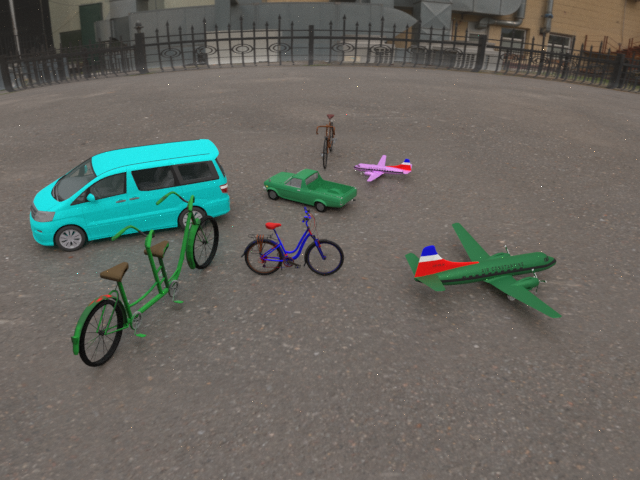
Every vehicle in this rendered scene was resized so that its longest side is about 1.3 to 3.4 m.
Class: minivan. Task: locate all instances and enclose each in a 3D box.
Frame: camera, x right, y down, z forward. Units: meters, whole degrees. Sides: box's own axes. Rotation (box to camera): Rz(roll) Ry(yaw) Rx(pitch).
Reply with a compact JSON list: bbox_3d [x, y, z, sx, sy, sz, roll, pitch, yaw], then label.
[{"bbox_3d":[-2.966,-0.756,10.909,3.011,1.197,1.324,-10,29,-19],"label":"minivan"}]

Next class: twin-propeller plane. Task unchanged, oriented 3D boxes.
[{"bbox_3d":[2.236,0.306,9.296,2.129,0.792,2.663,-8,28,-15],"label":"twin-propeller plane"},{"bbox_3d":[1.147,-1.353,12.924,1.095,0.407,1.370,8,28,15],"label":"twin-propeller plane"}]

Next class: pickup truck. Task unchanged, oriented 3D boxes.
[{"bbox_3d":[-0.181,-0.895,11.926,1.603,0.511,0.640,15,31,27],"label":"pickup truck"}]

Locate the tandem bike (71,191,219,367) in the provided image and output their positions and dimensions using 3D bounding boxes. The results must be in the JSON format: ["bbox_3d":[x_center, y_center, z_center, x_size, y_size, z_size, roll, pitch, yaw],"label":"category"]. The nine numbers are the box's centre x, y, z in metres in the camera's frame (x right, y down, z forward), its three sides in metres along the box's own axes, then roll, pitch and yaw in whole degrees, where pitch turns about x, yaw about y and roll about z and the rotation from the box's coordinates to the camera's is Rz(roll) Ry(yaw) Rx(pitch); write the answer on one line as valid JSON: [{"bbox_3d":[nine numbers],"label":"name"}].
[{"bbox_3d":[-2.058,0.313,8.700,0.550,1.326,3.192,10,29,19],"label":"tandem bike"}]

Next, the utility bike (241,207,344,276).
[{"bbox_3d":[-0.383,0.037,9.648,1.435,0.946,0.535,1,27,1],"label":"utility bike"}]

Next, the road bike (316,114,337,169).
[{"bbox_3d":[0.165,-1.977,13.647,0.358,0.852,1.545,3,28,7],"label":"road bike"}]
